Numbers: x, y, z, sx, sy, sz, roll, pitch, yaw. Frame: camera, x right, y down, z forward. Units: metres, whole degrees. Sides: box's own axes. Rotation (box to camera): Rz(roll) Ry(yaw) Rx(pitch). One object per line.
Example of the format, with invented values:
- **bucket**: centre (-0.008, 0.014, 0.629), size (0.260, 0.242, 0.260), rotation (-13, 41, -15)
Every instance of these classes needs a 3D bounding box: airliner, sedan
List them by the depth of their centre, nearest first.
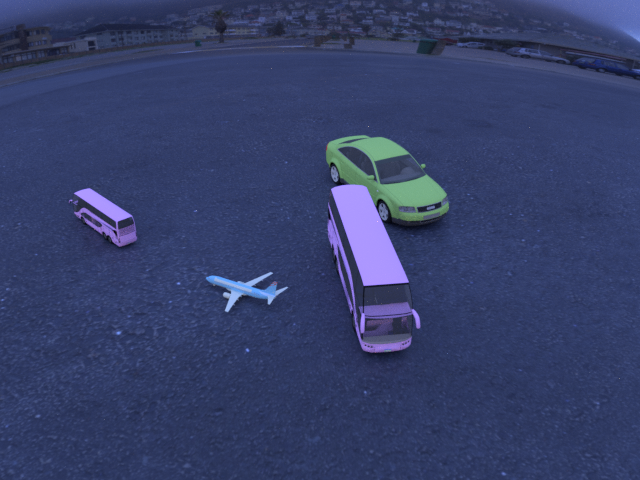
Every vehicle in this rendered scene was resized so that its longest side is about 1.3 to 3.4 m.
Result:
- **airliner**: centre (-1.147, 0.628, 10.208), size (1.307, 0.429, 1.161), rotation (16, 33, 25)
- **sedan**: centre (1.192, -1.255, 12.996), size (1.235, 0.940, 3.137), rotation (-14, 33, -23)

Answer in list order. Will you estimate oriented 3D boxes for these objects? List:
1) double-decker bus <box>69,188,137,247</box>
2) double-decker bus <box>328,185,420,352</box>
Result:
- **double-decker bus**: centre (-3.702, -0.410, 11.916), size (0.389, 0.541, 1.672), rotation (-25, 38, -37)
- **double-decker bus**: centre (0.661, 0.335, 10.094), size (0.756, 1.052, 3.251), rotation (-4, 30, -7)
